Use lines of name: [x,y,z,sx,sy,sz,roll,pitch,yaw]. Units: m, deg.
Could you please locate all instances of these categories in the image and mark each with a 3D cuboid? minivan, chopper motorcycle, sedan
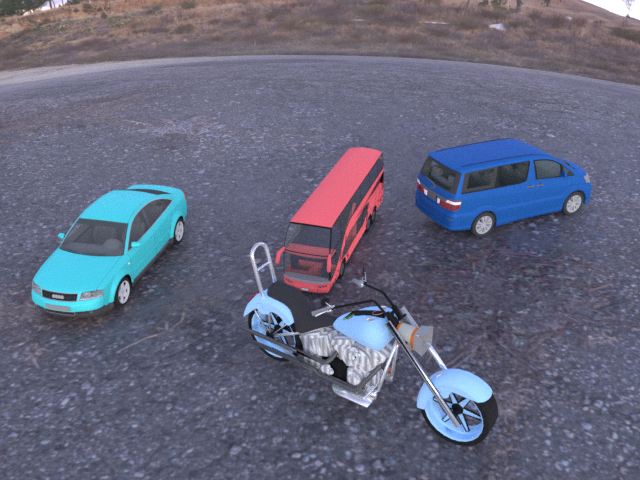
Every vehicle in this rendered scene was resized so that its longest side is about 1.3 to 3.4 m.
minivan: [3.083,-0.982,11.477,3.011,1.197,1.324,-13,31,-22]
chopper motorcycle: [0.429,1.053,7.385,3.040,1.480,0.906,18,33,30]
sedan: [-2.916,-0.034,9.983,1.235,0.940,3.137,6,29,12]

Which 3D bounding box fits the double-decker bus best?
double-decker bus: [0.273,-0.361,10.473,0.756,1.052,3.251,9,29,16]
